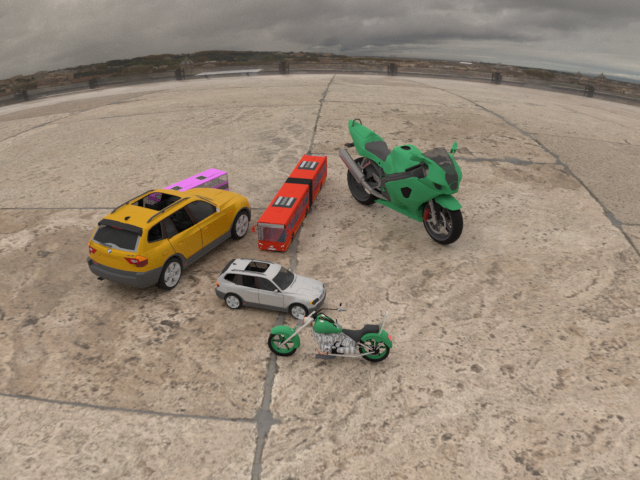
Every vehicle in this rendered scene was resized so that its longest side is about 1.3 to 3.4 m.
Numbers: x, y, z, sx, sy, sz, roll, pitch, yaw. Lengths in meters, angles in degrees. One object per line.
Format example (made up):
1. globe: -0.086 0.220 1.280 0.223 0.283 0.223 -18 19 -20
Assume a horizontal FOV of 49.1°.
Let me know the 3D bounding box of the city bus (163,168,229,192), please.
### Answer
1. city bus: -2.415 -0.843 12.993 0.476 0.460 1.674 18 32 31

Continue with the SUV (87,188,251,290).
1. SUV: -2.291 -0.256 11.081 1.276 1.128 3.058 13 29 24

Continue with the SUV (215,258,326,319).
1. SUV: -0.700 0.648 9.892 1.572 0.580 0.656 7 28 14

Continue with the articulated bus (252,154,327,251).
1. articulated bus: -0.441 -0.768 12.732 0.605 0.561 3.401 6 27 11

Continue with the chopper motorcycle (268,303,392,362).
1. chopper motorcycle: 0.121 1.150 8.691 1.563 0.761 0.466 4 27 7

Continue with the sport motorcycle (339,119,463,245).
1. sport motorcycle: 1.412 -1.057 12.154 0.983 1.596 2.955 -18 32 -31
